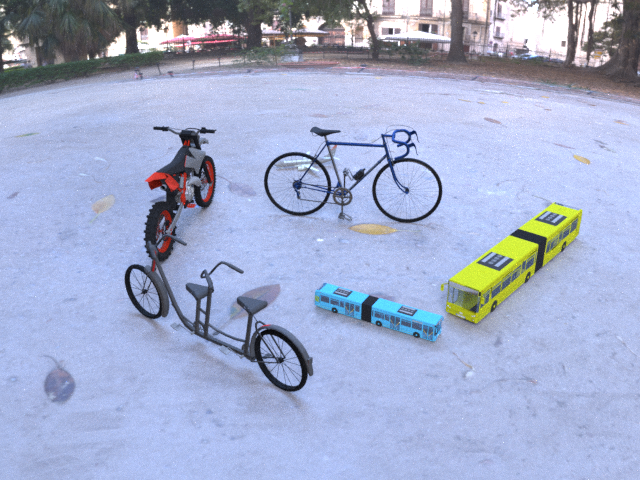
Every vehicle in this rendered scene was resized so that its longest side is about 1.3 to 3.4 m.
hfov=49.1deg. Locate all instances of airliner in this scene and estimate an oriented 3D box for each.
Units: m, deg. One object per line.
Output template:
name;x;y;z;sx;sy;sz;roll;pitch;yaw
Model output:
airliner;-0.273;-1.671;14.116;1.307;0.429;1.161;-5;27;-10

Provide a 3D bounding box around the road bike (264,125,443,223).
road bike;0.530;-1.097;11.619;3.004;1.656;0.696;4;27;8

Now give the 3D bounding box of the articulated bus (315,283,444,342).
articulated bus;0.745;0.926;9.127;1.749;0.289;0.311;14;30;26

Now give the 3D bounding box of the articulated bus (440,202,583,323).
articulated bus;2.903;0.236;10.191;0.605;0.561;3.401;21;33;35

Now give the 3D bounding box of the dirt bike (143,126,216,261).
dirt bike;-2.222;-0.914;11.243;1.024;1.666;2.903;5;27;10

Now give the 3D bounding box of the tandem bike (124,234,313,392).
tandem bike;-1.331;0.774;8.278;3.192;1.326;0.550;20;33;34
